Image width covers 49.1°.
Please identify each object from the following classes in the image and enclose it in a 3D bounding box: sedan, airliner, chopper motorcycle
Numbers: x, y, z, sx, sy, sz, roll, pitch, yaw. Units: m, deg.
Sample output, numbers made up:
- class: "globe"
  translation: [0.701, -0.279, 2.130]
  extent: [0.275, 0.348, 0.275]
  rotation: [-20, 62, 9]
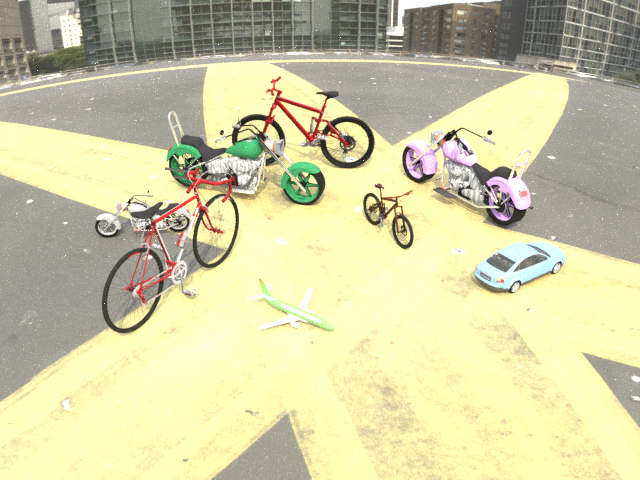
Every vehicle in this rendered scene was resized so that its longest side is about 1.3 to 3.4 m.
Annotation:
- class: "sedan"
  translation: [3.027, 0.318, 10.482]
  extent: [1.613, 0.483, 0.635]
  rotation: [-19, 34, -30]
- class: "airliner"
  translation: [-0.341, 0.889, 9.521]
  extent: [1.307, 0.429, 1.161]
  rotation: [19, 35, 30]
- class: "chopper motorcycle"
  translation: [-2.924, -0.435, 11.536]
  extent: [1.563, 0.761, 0.466]
  rotation: [-3, 30, -6]
- class: "chopper motorcycle"
  translation: [-1.392, -1.483, 12.666]
  extent: [3.040, 1.480, 0.906]
  rotation: [8, 30, 14]
- class: "chopper motorcycle"
  translation: [2.525, -1.339, 12.410]
  extent: [0.906, 1.480, 3.040]
  rotation: [-18, 34, -28]

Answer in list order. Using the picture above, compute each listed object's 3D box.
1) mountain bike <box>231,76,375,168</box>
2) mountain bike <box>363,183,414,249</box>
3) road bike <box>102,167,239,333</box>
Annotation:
- class: "mountain bike"
  translation: [-0.342, -2.224, 13.770]
  extent: [2.857, 1.688, 1.114]
  rotation: [2, 29, 3]
- class: "mountain bike"
  translation: [1.107, -0.465, 11.481]
  extent: [0.573, 0.868, 1.469]
  rotation: [-15, 32, -24]
- class: "road bike"
  translation: [-1.996, 0.047, 9.767]
  extent: [0.696, 1.656, 3.004]
  rotation: [15, 33, 24]
